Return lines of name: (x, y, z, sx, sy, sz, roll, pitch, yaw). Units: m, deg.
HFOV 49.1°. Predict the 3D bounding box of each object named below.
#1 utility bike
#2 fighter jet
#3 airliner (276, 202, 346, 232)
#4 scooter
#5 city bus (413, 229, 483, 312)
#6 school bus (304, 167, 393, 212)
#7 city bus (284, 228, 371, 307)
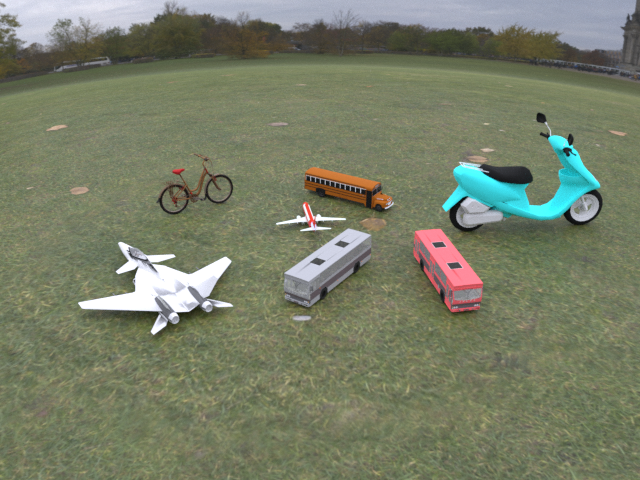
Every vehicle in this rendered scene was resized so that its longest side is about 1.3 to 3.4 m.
utility bike: (-2.203, -1.000, 12.185, 1.435, 0.946, 0.535, -16, 31, -28)
fighter jet: (-2.382, 0.379, 9.921, 2.229, 0.557, 2.640, -18, 32, -31)
airliner: (-0.168, -0.458, 11.694, 1.161, 0.429, 1.307, -4, 27, -8)
scooter: (3.352, -1.000, 11.264, 2.721, 1.786, 1.288, -3, 27, -6)
city bus: (1.783, 0.417, 9.953, 0.476, 0.460, 1.674, -5, 28, -10)
school bus: (0.516, -0.921, 12.590, 1.708, 0.434, 0.365, 16, 31, 29)
city bus: (0.140, 0.386, 10.014, 0.476, 0.460, 1.674, 17, 32, 30)
